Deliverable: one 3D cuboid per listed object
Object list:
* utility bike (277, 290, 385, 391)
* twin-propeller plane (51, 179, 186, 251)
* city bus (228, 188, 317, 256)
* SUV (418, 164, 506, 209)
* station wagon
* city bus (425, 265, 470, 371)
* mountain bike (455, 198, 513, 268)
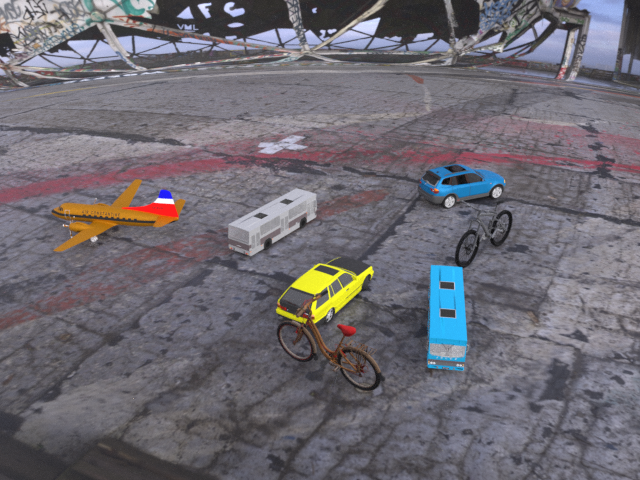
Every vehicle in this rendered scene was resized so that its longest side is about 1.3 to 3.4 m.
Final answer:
[{"bbox_3d":[0.059,1.103,7.491,1.435,0.946,0.535,18,32,32],"label":"utility bike"},{"bbox_3d":[-3.173,-0.472,10.736,2.129,0.792,2.663,5,28,10],"label":"twin-propeller plane"},{"bbox_3d":[-0.693,-0.275,10.714,0.476,0.460,1.674,18,32,31],"label":"city bus"},{"bbox_3d":[2.443,-0.991,11.982,1.572,0.580,0.656,-12,29,-22],"label":"SUV"},{"bbox_3d":[0.106,0.576,9.038,0.682,0.473,1.597,16,31,29],"label":"station wagon"},{"bbox_3d":[1.511,0.907,8.407,0.476,0.460,1.674,4,27,8],"label":"city bus"},{"bbox_3d":[2.382,-0.165,10.052,0.573,0.868,1.469,23,35,38],"label":"mountain bike"}]
